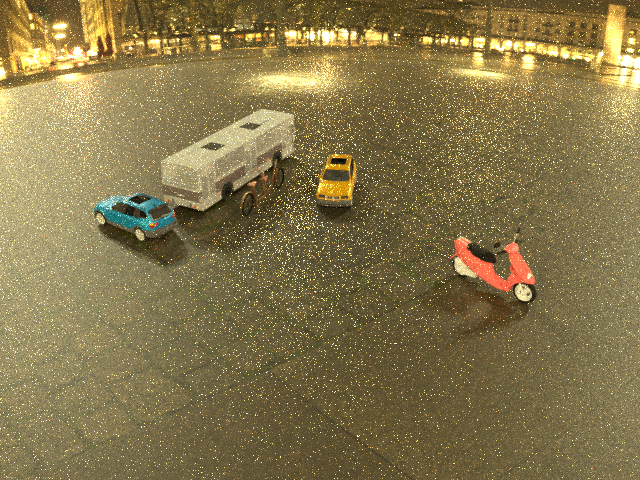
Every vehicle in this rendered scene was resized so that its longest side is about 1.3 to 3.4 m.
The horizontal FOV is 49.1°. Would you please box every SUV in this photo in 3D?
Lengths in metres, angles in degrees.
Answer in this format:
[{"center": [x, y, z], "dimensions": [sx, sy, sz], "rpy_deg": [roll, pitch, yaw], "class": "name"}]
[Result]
[{"center": [0.315, -1.106, 12.718], "dimensions": [0.656, 0.580, 1.572], "rpy_deg": [3, 29, 6], "class": "SUV"}, {"center": [-3.068, -0.472, 11.555], "dimensions": [1.572, 0.580, 0.656], "rpy_deg": [19, 34, 31], "class": "SUV"}]

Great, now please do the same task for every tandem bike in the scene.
[{"center": [-1.008, -0.991, 12.401], "dimensions": [0.283, 0.682, 1.642], "rpy_deg": [12, 31, 21], "class": "tandem bike"}]

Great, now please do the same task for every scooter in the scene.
[{"center": [2.435, 0.285, 9.812], "dimensions": [1.399, 0.919, 0.662], "rpy_deg": [24, 37, 37], "class": "scooter"}]

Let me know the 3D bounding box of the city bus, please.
[{"center": [-1.614, -1.543, 13.190], "dimensions": [0.926, 0.894, 3.255], "rpy_deg": [14, 32, 24], "class": "city bus"}]
